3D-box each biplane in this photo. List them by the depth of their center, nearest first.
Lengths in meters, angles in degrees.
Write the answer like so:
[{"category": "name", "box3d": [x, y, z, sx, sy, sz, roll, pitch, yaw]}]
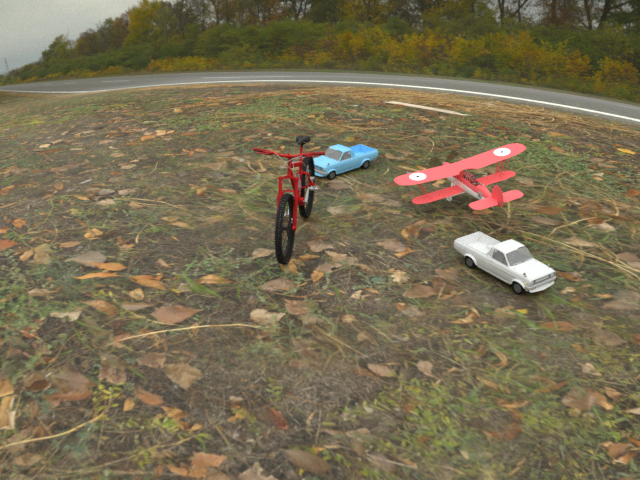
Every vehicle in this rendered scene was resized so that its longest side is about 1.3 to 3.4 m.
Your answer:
[{"category": "biplane", "box3d": [2.665, -1.001, 12.568, 2.598, 0.981, 2.120, -9, 27, -18]}]

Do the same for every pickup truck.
[{"category": "pickup truck", "box3d": [2.747, 0.270, 10.505, 0.640, 0.511, 1.603, -16, 30, -30]}, {"category": "pickup truck", "box3d": [0.474, -1.698, 14.525, 1.603, 0.511, 0.640, -21, 33, -36]}]

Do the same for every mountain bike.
[{"category": "mountain bike", "box3d": [-0.385, -0.822, 11.398, 1.114, 1.688, 2.857, 4, 26, 9]}]
